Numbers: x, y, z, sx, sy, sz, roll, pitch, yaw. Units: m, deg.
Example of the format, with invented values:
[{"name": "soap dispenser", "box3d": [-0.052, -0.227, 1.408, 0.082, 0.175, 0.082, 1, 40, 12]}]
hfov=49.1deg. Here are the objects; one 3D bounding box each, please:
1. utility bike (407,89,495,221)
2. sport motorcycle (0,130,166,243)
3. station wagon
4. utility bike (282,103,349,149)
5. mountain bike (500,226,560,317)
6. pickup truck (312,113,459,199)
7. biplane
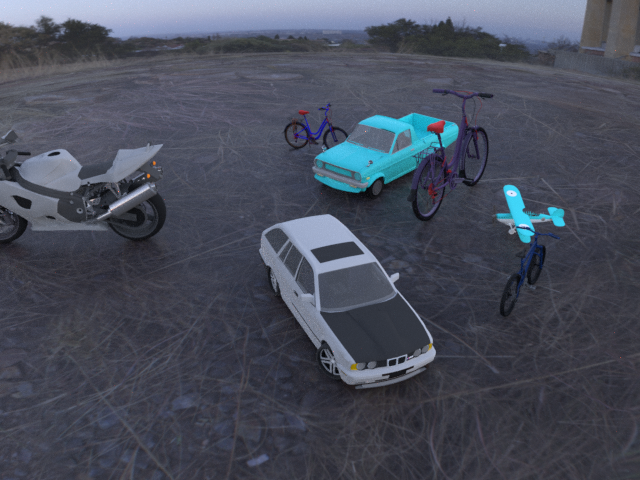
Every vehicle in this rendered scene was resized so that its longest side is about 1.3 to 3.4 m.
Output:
[{"name": "utility bike", "box3d": [2.081, -1.484, 11.398, 1.039, 1.839, 2.791, 19, 34, 31]}, {"name": "sport motorcycle", "box3d": [-3.706, -0.700, 10.201, 2.955, 1.596, 0.983, -1, 28, -3]}, {"name": "station wagon", "box3d": [0.233, 0.565, 8.569, 1.327, 0.920, 3.105, -11, 30, -20]}, {"name": "utility bike", "box3d": [-0.074, -2.206, 13.679, 1.435, 0.946, 0.535, 11, 30, 19]}, {"name": "mountain bike", "box3d": [2.640, 0.374, 8.979, 0.573, 0.868, 1.469, 18, 33, 30]}, {"name": "pickup truck", "box3d": [1.259, -1.713, 12.713, 1.244, 0.993, 3.117, 23, 36, 35]}, {"name": "biplane", "box3d": [3.169, -0.337, 10.679, 1.090, 0.504, 1.336, 0, 28, 1]}]
